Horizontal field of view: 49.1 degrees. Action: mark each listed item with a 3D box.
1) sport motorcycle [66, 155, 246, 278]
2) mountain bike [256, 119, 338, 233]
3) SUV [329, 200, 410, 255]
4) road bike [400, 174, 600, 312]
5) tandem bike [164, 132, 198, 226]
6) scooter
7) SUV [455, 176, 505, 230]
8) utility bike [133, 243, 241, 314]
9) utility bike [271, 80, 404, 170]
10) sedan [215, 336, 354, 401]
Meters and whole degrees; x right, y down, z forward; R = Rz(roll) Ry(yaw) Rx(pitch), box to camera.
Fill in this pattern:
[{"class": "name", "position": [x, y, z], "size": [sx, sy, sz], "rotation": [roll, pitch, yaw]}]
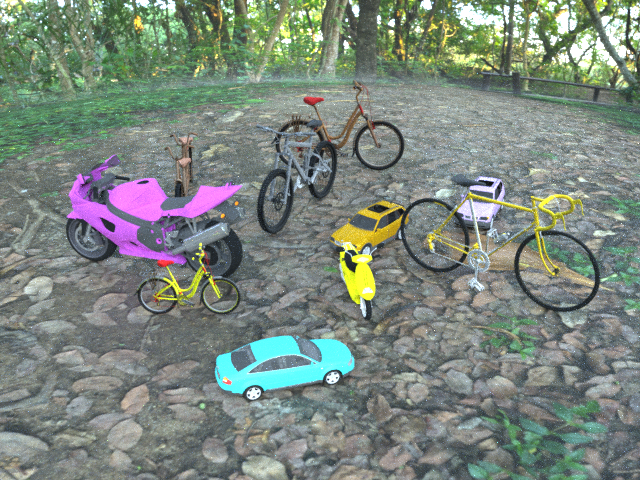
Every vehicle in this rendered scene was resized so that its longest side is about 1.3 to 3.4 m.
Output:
[{"class": "sport motorcycle", "position": [-2.486, -0.286, 10.292], "size": [2.955, 1.596, 0.983], "rotation": [7, 26, 15]}, {"class": "mountain bike", "position": [-0.346, -1.256, 12.269], "size": [1.114, 1.688, 2.857], "rotation": [12, 27, 24]}, {"class": "SUV", "position": [0.819, -0.201, 11.314], "size": [0.656, 0.580, 1.572], "rotation": [20, 32, 36]}, {"class": "road bike", "position": [2.404, -0.046, 9.707], "size": [3.004, 1.656, 0.696], "rotation": [19, 31, 34]}, {"class": "tandem bike", "position": [-2.502, -1.329, 12.855], "size": [0.550, 1.326, 3.192], "rotation": [-2, 25, -5]}, {"class": "scooter", "position": [0.504, 0.413, 9.594], "size": [0.662, 0.919, 1.399], "rotation": [-5, 25, -11]}, {"class": "SUV", "position": [2.845, -0.684, 12.353], "size": [0.656, 0.580, 1.572], "rotation": [11, 27, 22]}, {"class": "utility bike", "position": [-1.770, 0.538, 9.294], "size": [1.435, 0.946, 0.535], "rotation": [0, 25, 1]}, {"class": "utility bike", "position": [0.362, -2.377, 14.499], "size": [2.791, 1.839, 1.039], "rotation": [1, 25, 3]}, {"class": "sedan", "position": [-0.391, 1.386, 8.019], "size": [1.613, 0.483, 0.635], "rotation": [-8, 26, -16]}]
